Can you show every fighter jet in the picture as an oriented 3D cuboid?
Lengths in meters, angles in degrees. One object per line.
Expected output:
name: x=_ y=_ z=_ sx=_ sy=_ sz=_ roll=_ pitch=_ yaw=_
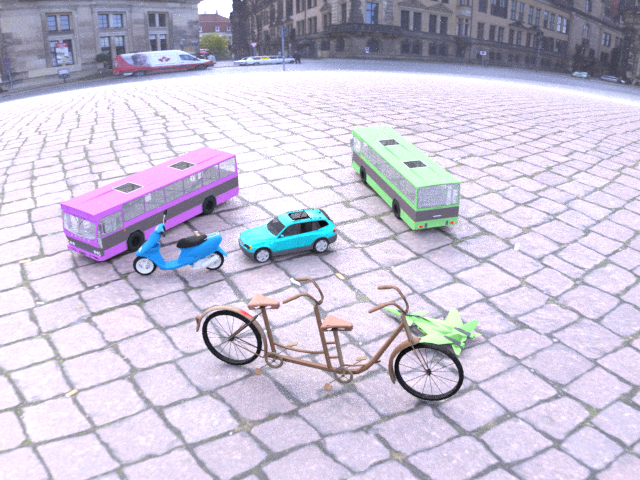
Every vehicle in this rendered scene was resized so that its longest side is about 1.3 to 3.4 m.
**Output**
fighter jet: x=1.375 y=1.036 z=9.144 sx=1.358 sy=0.286 sz=1.147 roll=21 pitch=33 yaw=35

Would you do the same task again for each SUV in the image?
SUV: x=-0.509 y=-0.110 z=11.109 sx=1.572 sy=0.580 sz=0.656 roll=-10 pitch=28 yaw=-18

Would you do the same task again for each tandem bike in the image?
tandem bike: x=0.041 y=1.063 z=7.926 sx=3.192 sy=1.326 sz=0.550 roll=8 pitch=28 yaw=15

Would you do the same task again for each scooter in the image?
scooter: x=-2.086 y=0.074 z=10.362 sx=1.399 sy=0.919 sz=0.662 roll=-4 pitch=27 yaw=-8

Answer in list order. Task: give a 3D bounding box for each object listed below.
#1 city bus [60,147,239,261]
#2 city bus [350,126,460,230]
city bus: x=-2.742 y=-0.660 z=11.857 sx=0.926 sy=0.894 sz=3.255 roll=17 pitch=31 yaw=30
city bus: x=1.475 y=-1.188 z=12.914 sx=0.926 sy=0.894 sz=3.255 roll=-8 pitch=28 yaw=-15
